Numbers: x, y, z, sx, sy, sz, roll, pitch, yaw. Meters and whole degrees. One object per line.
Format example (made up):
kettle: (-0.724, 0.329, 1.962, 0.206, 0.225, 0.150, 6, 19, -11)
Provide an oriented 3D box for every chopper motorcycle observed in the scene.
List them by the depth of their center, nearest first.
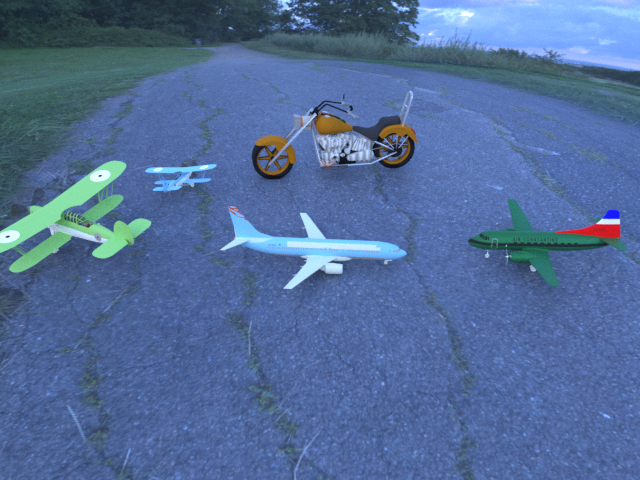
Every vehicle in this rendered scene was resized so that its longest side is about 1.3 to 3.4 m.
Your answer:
chopper motorcycle: (0.279, -1.893, 12.624, 3.040, 1.480, 0.906, -4, 28, -8)

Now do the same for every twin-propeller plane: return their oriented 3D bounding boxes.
twin-propeller plane: (3.168, -0.082, 9.877, 2.129, 0.792, 2.663, 1, 27, 2)

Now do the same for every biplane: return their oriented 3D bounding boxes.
biplane: (-3.436, -0.186, 9.872, 2.120, 0.981, 2.598, 15, 31, 26)
biplane: (-2.456, -1.041, 12.040, 1.336, 0.504, 1.090, 7, 28, 13)

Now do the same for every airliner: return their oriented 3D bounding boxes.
airliner: (-0.051, -0.056, 9.780, 2.541, 0.835, 2.257, 2, 27, 3)
